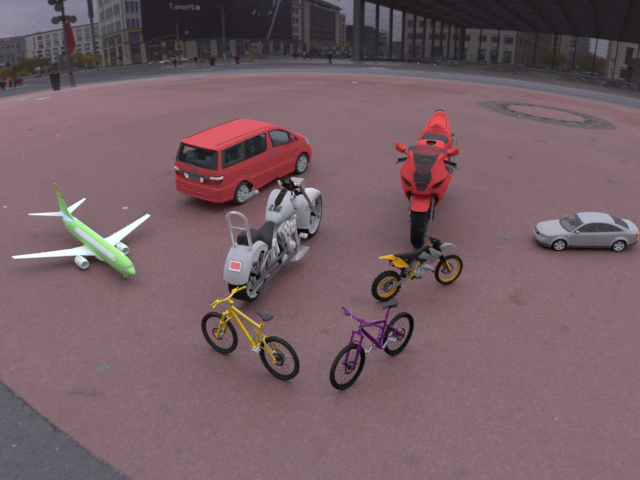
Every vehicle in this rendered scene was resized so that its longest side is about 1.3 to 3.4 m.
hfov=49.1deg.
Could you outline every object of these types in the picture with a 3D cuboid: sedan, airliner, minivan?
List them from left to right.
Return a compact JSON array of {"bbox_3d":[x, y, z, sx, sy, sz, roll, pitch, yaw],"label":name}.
[{"bbox_3d":[-3.499,-0.149,10.724,2.257,0.835,2.541,-22,34,-37],"label":"airliner"},{"bbox_3d":[-1.360,-1.636,13.263,1.324,1.197,3.011,17,31,30],"label":"minivan"},{"bbox_3d":[4.228,-0.163,11.142,1.613,0.483,0.635,1,27,1],"label":"sedan"}]

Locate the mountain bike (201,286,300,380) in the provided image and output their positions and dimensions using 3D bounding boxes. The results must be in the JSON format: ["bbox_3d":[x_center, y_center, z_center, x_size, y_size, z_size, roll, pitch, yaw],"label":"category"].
[{"bbox_3d":[-0.845,1.106,8.207,1.469,0.868,0.573,17,31,30],"label":"mountain bike"}]

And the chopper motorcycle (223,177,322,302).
[{"bbox_3d":[-0.588,-0.272,10.252,0.906,1.480,3.040,9,28,18],"label":"chopper motorcycle"}]

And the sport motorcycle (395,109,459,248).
[{"bbox_3d":[1.832,-1.095,11.750,0.983,1.596,2.955,7,28,13],"label":"sport motorcycle"}]

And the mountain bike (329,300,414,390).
[{"bbox_3d":[0.631,1.146,8.128,0.573,0.868,1.469,24,35,39],"label":"mountain bike"}]

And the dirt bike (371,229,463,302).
[{"bbox_3d":[1.372,0.352,9.710,1.493,0.857,0.527,-12,29,-23],"label":"dirt bike"}]
